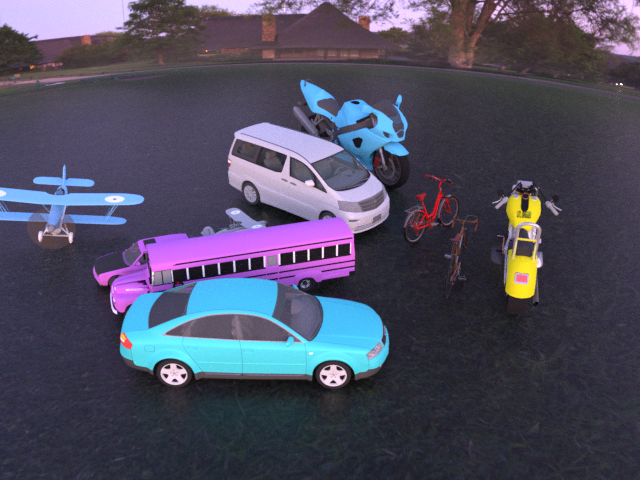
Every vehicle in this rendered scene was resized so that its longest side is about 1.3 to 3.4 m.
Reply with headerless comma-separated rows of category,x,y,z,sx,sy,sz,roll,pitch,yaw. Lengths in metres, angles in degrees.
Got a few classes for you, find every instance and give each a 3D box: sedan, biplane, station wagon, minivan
sedan,-0.754,1.010,8.227,3.137,0.940,1.235,1,28,1
biplane,-4.137,-0.588,11.210,2.598,0.981,2.120,-6,28,-11
biplane,-1.310,-0.165,10.918,1.090,0.504,1.336,-14,31,-24
station wagon,-2.470,0.261,10.144,1.597,0.473,0.682,-10,29,-18
minivan,-0.218,-1.082,11.914,3.011,1.197,1.324,22,35,36

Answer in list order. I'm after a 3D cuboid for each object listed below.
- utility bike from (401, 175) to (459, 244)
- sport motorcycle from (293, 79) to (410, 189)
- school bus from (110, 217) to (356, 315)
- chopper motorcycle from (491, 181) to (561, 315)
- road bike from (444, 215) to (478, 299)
utility bike,1.739,-0.523,11.124,1.435,0.946,0.535,-24,36,-37
sport motorcycle,0.611,-2.058,13.335,0.983,1.596,2.955,-22,35,-36
school bus,-1.176,0.361,9.559,3.322,0.844,0.709,-9,29,-16
chopper motorcycle,2.853,-0.171,9.886,0.906,1.480,3.040,7,29,13
road bike,1.936,0.193,9.869,0.358,0.852,1.545,10,29,18
